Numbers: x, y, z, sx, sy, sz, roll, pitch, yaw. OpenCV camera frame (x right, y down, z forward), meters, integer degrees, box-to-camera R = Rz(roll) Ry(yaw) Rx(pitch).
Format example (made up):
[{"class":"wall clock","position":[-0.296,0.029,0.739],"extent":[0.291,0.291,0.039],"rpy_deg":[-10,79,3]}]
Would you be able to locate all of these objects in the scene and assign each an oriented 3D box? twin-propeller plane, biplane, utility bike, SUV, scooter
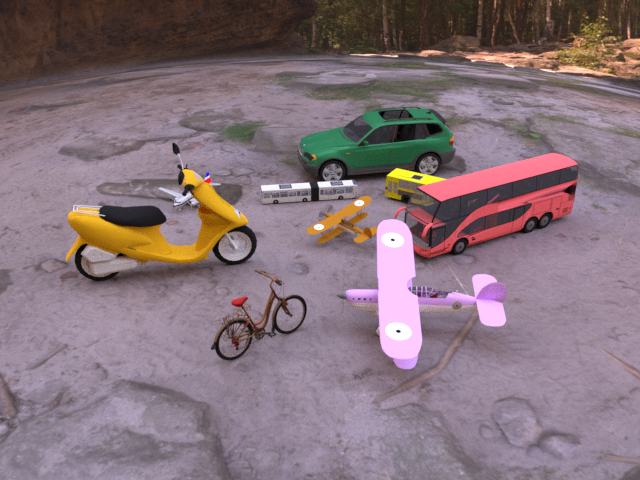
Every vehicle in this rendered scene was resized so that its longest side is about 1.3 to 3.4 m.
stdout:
[{"class":"twin-propeller plane","position":[-2.256,-0.851,12.406],"extent":[1.370,0.407,1.095],"rpy_deg":[15,32,25]},{"class":"biplane","position":[0.425,-0.219,11.135],"extent":[1.336,0.504,1.090],"rpy_deg":[-23,36,-36]},{"class":"utility bike","position":[-0.767,0.887,8.626],"extent":[1.435,0.946,0.535],"rpy_deg":[-21,35,-34]},{"class":"SUV","position":[1.091,-1.896,13.580],"extent":[3.058,1.128,1.276],"rpy_deg":[-5,29,-10]},{"class":"scooter","position":[-2.268,-0.313,9.961],"extent":[2.721,1.786,1.288],"rpy_deg":[-7,29,-12]},{"class":"biplane","position":[1.267,0.768,8.809],"extent":[2.120,0.981,2.598],"rpy_deg":[1,28,2]}]

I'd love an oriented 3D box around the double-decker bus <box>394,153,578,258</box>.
[{"class":"double-decker bus","position":[2.734,-0.567,11.203],"extent":[3.251,1.052,0.756],"rpy_deg":[-15,32,-26]}]

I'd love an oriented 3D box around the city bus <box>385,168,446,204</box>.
[{"class":"city bus","position":[1.987,-0.823,12.299],"extent":[1.674,0.460,0.476],"rpy_deg":[16,32,27]}]

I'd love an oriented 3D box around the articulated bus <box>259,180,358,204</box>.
[{"class":"articulated bus","position":[-0.204,-0.864,12.555],"extent":[1.749,0.289,0.311],"rpy_deg":[-4,29,-7]}]
